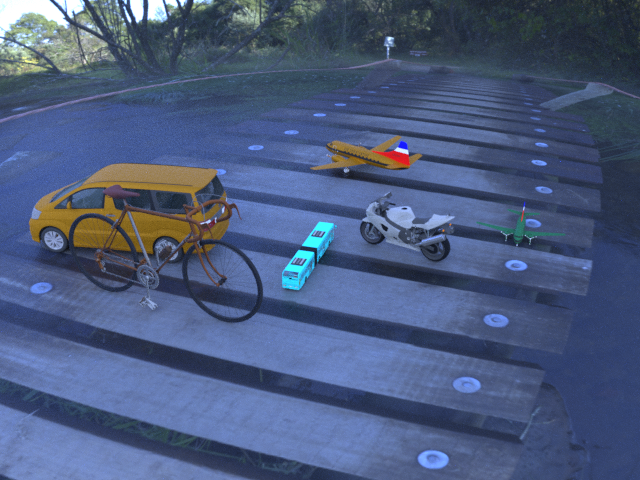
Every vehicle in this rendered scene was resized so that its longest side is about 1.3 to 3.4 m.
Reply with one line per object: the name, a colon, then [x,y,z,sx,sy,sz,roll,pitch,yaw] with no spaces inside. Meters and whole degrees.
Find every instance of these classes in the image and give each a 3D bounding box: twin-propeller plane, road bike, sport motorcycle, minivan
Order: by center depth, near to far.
road bike: [-2.063,0.126,8.930,3.004,1.656,0.697,11,29,22]
sport motorcycle: [1.277,-0.185,10.490,1.520,0.821,0.506,16,30,28]
minivan: [-2.951,-0.503,10.706,3.011,1.197,1.324,5,27,10]
twin-propeller plane: [3.180,-0.251,11.086,1.370,0.407,1.095,9,28,17]
twin-propeller plane: [0.894,-1.732,13.627,2.129,0.792,2.663,23,34,38]

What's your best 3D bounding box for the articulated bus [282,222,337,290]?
articulated bus: [-0.145,0.205,10.305,0.311,0.289,1.749,8,28,15]
